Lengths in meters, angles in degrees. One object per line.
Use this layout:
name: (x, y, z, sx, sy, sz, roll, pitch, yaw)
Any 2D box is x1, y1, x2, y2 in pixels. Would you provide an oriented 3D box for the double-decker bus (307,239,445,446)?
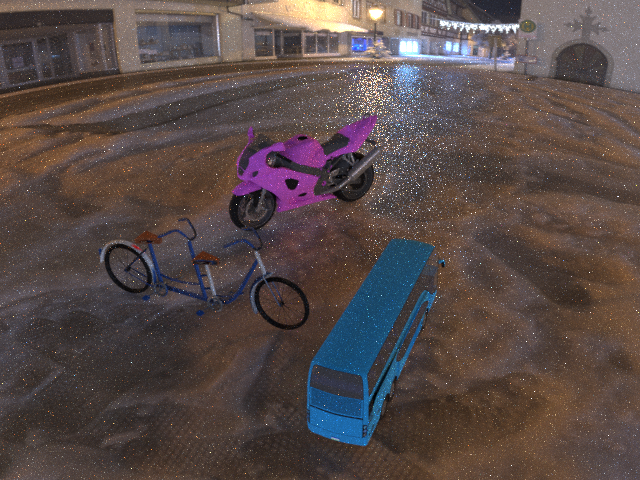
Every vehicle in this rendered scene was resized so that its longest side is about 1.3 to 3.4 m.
double-decker bus: (0.744, 1.004, 8.259, 0.756, 1.052, 3.251, 10, 30, 19)

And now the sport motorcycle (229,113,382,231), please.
sport motorcycle: (-0.230, -1.163, 11.770, 2.955, 1.596, 0.983, -18, 33, -30)

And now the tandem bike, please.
tandem bike: (-1.607, 0.357, 9.188, 3.192, 1.326, 0.550, 11, 30, 20)
